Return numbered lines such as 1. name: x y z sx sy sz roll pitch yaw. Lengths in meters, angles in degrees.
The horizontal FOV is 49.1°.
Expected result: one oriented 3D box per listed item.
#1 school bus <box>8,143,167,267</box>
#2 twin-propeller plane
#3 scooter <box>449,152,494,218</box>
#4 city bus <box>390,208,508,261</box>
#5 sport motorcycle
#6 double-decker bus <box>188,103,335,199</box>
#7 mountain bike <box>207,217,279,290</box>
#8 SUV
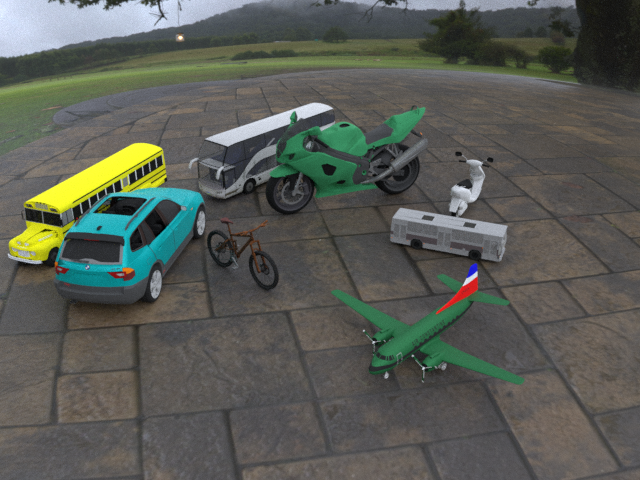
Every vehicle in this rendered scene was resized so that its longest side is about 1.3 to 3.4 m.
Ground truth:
1. school bus: -3.630 -0.637 11.176 0.709 0.844 3.322 10 29 18
2. twin-propeller plane: 1.264 0.944 8.146 2.663 0.792 2.129 23 35 38
3. scooter: 2.481 -0.945 11.696 0.662 0.919 1.399 15 31 27
4. city bus: 1.917 -0.069 10.488 1.674 0.460 0.476 11 29 20
5. sport motorcycle: 0.461 -1.366 11.775 2.955 1.596 0.983 -12 29 -22
6. double-decker bus: -0.945 -1.679 12.983 0.756 1.052 3.251 21 34 35
7. mountain bike: -1.095 0.130 9.653 1.469 0.868 0.573 23 35 38
8. SUV: -2.593 -0.148 9.910 1.276 1.128 3.058 4 27 9
